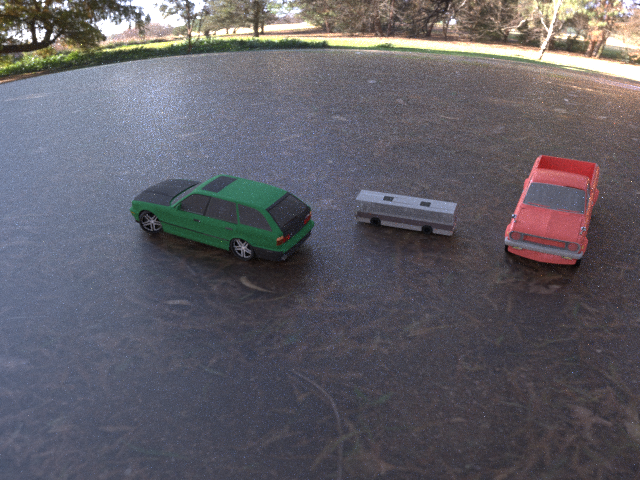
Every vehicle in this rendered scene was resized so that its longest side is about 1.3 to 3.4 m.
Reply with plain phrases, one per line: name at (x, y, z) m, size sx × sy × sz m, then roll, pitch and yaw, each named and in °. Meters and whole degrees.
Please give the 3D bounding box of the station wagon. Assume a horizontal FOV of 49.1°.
station wagon at (-1.671, -0.529, 11.470) m, size 3.105 × 0.920 × 1.327 m, roll 15°, pitch 33°, yaw 24°

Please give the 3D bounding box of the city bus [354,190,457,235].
city bus at (1.439, -0.448, 11.789) m, size 1.674 × 0.460 × 0.476 m, roll 9°, pitch 31°, yaw 16°

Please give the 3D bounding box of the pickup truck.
pickup truck at (3.933, -0.665, 11.631) m, size 1.244 × 0.993 × 3.117 m, roll 12°, pitch 32°, yaw 20°
